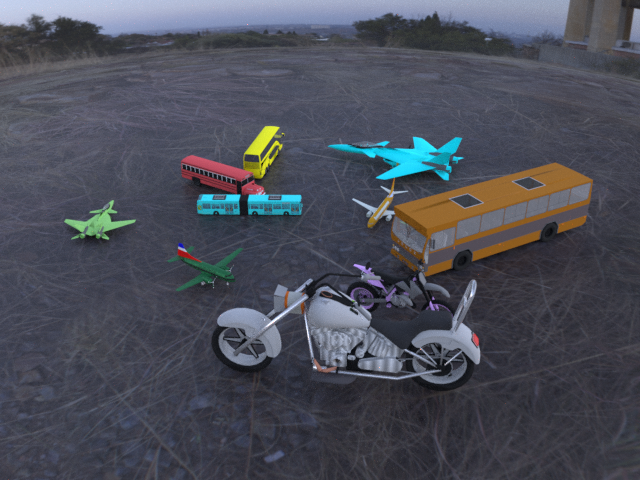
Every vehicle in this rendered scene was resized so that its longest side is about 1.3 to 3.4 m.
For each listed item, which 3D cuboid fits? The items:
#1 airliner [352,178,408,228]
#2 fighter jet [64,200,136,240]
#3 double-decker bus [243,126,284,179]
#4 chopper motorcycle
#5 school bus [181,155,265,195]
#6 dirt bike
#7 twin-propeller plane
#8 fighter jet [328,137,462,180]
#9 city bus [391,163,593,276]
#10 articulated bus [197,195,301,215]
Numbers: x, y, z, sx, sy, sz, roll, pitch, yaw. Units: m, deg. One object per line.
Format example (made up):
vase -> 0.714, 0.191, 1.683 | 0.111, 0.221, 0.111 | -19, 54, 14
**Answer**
airliner -> 1.032, -0.603, 11.600 | 1.161, 0.429, 1.307 | 12, 32, 20
fighter jet -> -3.572, -0.425, 11.433 | 1.147, 0.286, 1.358 | 0, 30, 1
double-decker bus -> -1.072, -1.712, 13.436 | 0.389, 0.541, 1.672 | 6, 30, 10
chopper motorcycle -> 0.258, 0.957, 7.798 | 3.040, 1.480, 0.906 | 5, 30, 9
school bus -> -1.731, -1.103, 12.474 | 1.708, 0.434, 0.365 | 18, 34, 29
dirt bike -> 1.035, 0.685, 8.905 | 1.493, 0.857, 0.527 | 13, 32, 21
twin-propeller plane -> -1.625, 0.350, 9.948 | 1.095, 0.407, 1.370 | 18, 34, 29
fighter jet -> 1.360, -1.766, 13.515 | 2.640, 0.557, 2.229 | 13, 32, 21
city bus -> 2.643, -0.327, 10.646 | 3.255, 0.894, 0.926 | -16, 33, -25
articulated bus -> -1.165, -0.589, 11.719 | 1.749, 0.289, 0.311 | 0, 30, 1
